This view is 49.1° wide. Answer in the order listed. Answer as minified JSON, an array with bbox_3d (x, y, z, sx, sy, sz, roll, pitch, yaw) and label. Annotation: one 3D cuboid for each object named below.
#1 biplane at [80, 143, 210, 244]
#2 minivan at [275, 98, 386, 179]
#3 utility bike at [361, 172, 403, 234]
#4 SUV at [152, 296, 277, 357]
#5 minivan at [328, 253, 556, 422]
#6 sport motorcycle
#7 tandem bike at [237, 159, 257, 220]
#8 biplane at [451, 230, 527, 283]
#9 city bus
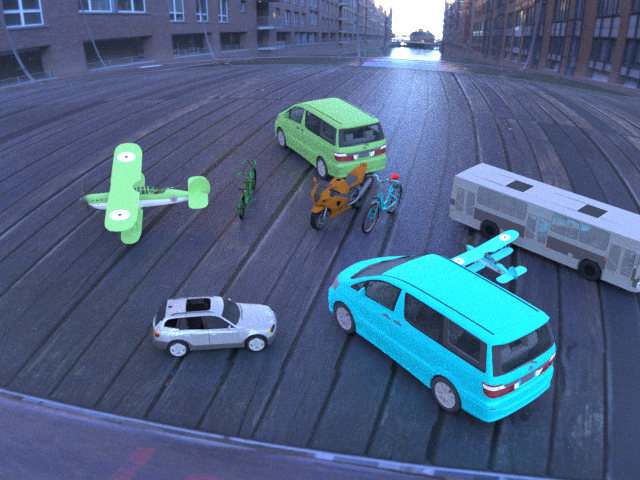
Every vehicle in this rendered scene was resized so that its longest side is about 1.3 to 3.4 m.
[{"bbox_3d":[-2.879,-0.698,11.583,2.120,0.981,2.598,-4,29,-8],"label":"biplane"},{"bbox_3d":[0.127,-2.198,14.072,1.324,1.197,3.011,-14,32,-24],"label":"minivan"},{"bbox_3d":[1.108,-0.702,11.627,0.535,0.946,1.435,17,33,28],"label":"utility bike"},{"bbox_3d":[-1.331,1.037,8.862,1.572,0.580,0.656,-3,29,-6],"label":"SUV"},{"bbox_3d":[1.334,0.896,8.480,1.324,1.197,3.011,-20,35,-31],"label":"minivan"},{"bbox_3d":[0.332,-0.753,11.848,0.506,0.821,1.520,21,35,33],"label":"sport motorcycle"},{"bbox_3d":[-1.282,-0.950,12.348,0.283,0.682,1.642,2,29,4],"label":"tandem bike"},{"bbox_3d":[2.470,0.325,10.227,1.336,0.504,1.090,-16,33,-27],"label":"biplane"},{"bbox_3d":[3.578,-0.241,10.847,0.926,0.894,3.255,-25,38,-37],"label":"city bus"}]
